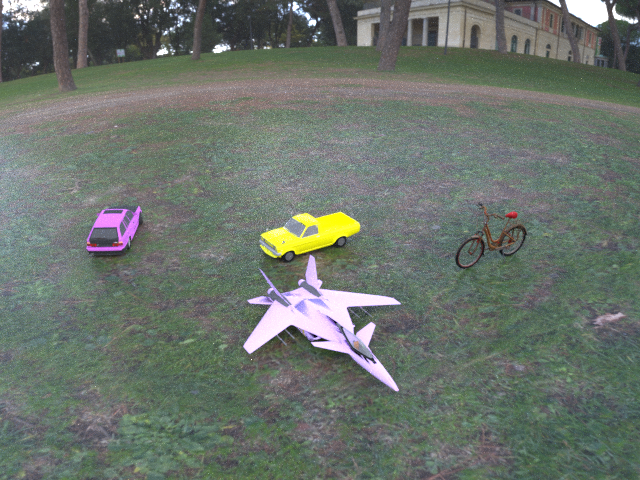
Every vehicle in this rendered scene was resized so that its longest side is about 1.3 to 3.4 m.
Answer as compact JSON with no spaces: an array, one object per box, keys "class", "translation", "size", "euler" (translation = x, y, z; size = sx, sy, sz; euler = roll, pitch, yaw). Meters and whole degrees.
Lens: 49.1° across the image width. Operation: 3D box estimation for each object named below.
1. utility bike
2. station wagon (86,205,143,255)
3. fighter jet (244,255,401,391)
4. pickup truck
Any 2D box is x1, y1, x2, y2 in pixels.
[{"class":"utility bike","translation":[2.641,-0.069,10.453],"size":[1.435,0.946,0.535],"euler":[-14,29,-27]},{"class":"station wagon","translation":[-3.329,-0.262,11.399],"size":[0.682,0.473,1.597],"euler":[-1,26,-2]},{"class":"fighter jet","translation":[0.181,1.016,8.646],"size":[2.229,0.557,2.640],"euler":[-15,29,-28]},{"class":"pickup truck","translation":[-0.153,-0.128,11.078],"size":[1.603,0.511,0.640],"euler":[-16,30,-29]}]
